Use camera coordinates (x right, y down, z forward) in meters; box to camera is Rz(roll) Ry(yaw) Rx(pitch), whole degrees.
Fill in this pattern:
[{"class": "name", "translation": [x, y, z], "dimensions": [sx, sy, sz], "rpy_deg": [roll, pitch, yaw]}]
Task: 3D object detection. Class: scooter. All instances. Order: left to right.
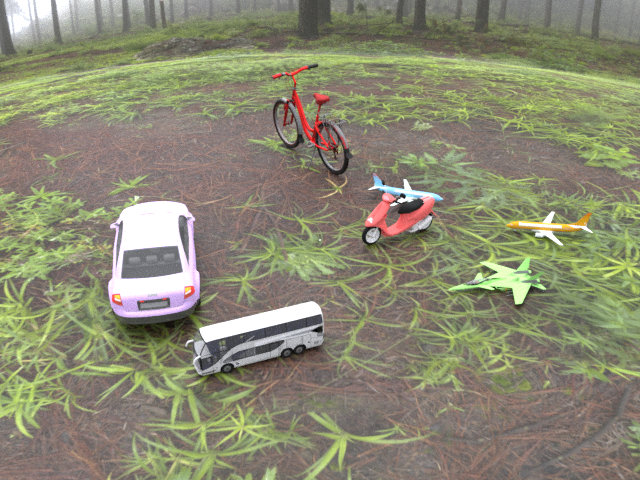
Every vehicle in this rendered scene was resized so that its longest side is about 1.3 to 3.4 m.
[{"class": "scooter", "translation": [1.276, -0.456, 11.113], "dimensions": [1.399, 0.919, 0.662], "rpy_deg": [-14, 32, -24]}]

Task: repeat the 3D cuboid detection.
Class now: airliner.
[{"class": "airliner", "translation": [1.545, -0.917, 12.451], "dimensions": [1.307, 0.429, 1.161], "rpy_deg": [9, 30, 16]}, {"class": "airliner", "translation": [3.698, -0.292, 11.322], "dimensions": [1.307, 0.429, 1.161], "rpy_deg": [5, 29, 9]}]

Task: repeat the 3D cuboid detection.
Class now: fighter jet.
[{"class": "fighter jet", "translation": [2.468, 0.548, 9.950], "dimensions": [1.358, 0.286, 1.147], "rpy_deg": [-7, 30, -12]}]

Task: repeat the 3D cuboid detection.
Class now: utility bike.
[{"class": "utility bike", "translation": [-0.288, -2.371, 13.623], "dimensions": [1.039, 1.839, 2.791], "rpy_deg": [-18, 34, -29]}]

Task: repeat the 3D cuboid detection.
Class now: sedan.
[{"class": "sedan", "translation": [-2.388, 0.099, 10.088], "dimensions": [1.235, 0.940, 3.137], "rpy_deg": [-6, 29, -10]}]

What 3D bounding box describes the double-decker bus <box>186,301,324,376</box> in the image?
[{"class": "double-decker bus", "translation": [-0.765, 1.200, 8.509], "dimensions": [1.672, 0.541, 0.389], "rpy_deg": [-12, 31, -20]}]
